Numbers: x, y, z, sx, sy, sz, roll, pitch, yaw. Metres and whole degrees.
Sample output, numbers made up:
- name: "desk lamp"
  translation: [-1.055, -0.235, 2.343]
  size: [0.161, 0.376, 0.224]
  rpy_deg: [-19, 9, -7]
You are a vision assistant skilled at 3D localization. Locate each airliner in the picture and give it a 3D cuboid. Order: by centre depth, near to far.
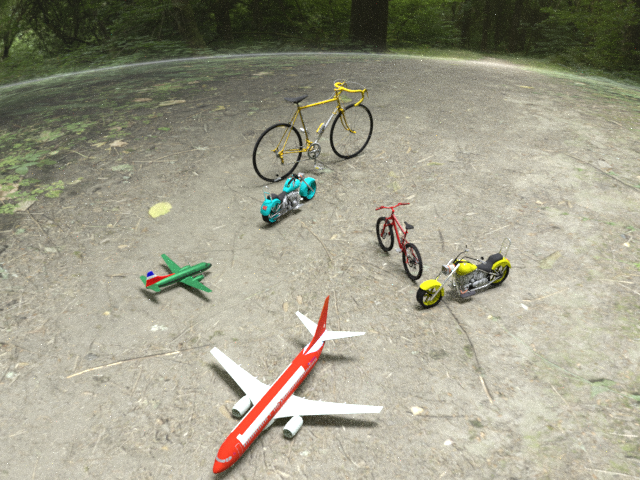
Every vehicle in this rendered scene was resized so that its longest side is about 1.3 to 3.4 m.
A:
- name: "airliner"
  translation: [-0.459, 1.562, 7.818]
  size: [2.257, 0.835, 2.541]
  rpy_deg: [15, 32, 24]

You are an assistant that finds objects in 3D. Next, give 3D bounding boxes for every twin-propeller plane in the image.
- name: "twin-propeller plane"
  translation: [-2.045, 0.478, 10.194]
  size: [1.095, 0.407, 1.370]
  rpy_deg: [-23, 36, -34]

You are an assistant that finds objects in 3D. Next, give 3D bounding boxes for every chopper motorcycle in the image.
- name: "chopper motorcycle"
  translation: [2.052, 0.460, 9.863]
  size: [1.563, 0.761, 0.466]
  rpy_deg: [-14, 32, -23]
- name: "chopper motorcycle"
  translation: [-0.523, -0.840, 12.186]
  size: [0.466, 0.761, 1.563]
  rpy_deg: [17, 33, 27]

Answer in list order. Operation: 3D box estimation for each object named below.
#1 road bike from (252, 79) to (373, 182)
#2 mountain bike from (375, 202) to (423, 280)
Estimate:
- name: "road bike"
  translation: [-0.071, -2.140, 13.593]
  size: [3.004, 1.656, 0.697]
  rpy_deg: [-21, 36, -33]
- name: "mountain bike"
  translation: [1.195, -0.023, 10.616]
  size: [0.573, 0.868, 1.469]
  rpy_deg: [-11, 31, -19]
